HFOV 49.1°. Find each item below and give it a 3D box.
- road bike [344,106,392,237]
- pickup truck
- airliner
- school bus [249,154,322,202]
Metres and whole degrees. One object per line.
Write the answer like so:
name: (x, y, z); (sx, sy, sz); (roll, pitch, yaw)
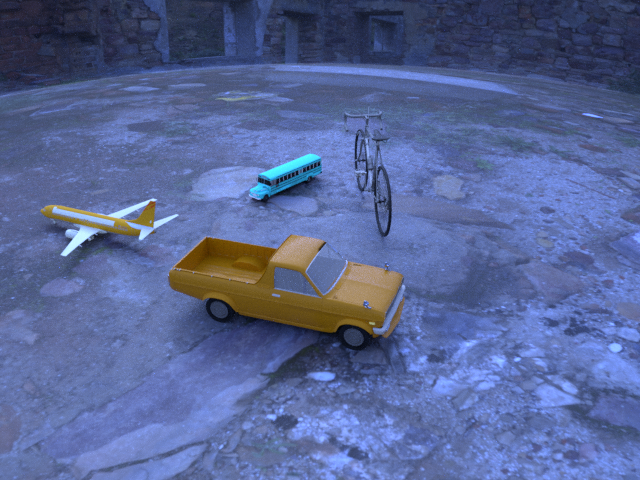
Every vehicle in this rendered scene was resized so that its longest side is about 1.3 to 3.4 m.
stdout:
road bike: (0.891, -1.273, 12.081); (0.696, 1.656, 3.004); (-4, 28, -7)
pickup truck: (-0.438, 0.524, 9.380); (3.117, 0.993, 1.244); (9, 29, 17)
airliner: (-3.637, -0.462, 11.421); (2.541, 0.835, 2.257); (12, 30, 22)
school bus: (-0.645, -1.184, 13.225); (0.365, 0.434, 1.708); (22, 35, 35)
